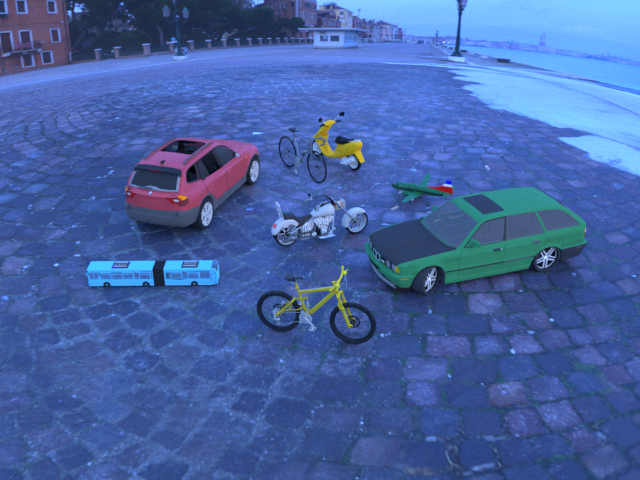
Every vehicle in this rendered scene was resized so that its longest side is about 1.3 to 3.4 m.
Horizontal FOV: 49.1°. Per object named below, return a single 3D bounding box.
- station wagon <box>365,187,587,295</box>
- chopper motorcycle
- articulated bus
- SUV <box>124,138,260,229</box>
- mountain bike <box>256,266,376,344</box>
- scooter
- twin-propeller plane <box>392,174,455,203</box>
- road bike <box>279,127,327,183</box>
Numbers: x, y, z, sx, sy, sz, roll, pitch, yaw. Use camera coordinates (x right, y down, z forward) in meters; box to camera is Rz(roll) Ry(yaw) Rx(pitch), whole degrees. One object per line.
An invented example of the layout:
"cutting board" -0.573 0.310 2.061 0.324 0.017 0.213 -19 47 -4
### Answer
"station wagon" 2.174 -0.089 9.806 3.105 0.920 1.327 -9 29 -17
"chopper motorcycle" 0.012 -0.345 10.471 1.563 0.761 0.466 -12 30 -22
"articulated bus" -2.254 0.449 9.457 1.749 0.289 0.311 0 27 -1
"SUV" -2.042 -1.162 11.642 1.276 1.128 3.058 9 29 16
"mountain bike" -0.057 0.777 8.198 1.469 0.868 0.573 8 28 14
"scooter" 0.323 -1.887 13.263 0.662 0.919 1.399 -23 35 -37
"twin-propeller plane" 1.739 -0.905 11.931 1.095 0.407 1.370 13 30 23
"road bike" -0.335 -1.593 12.772 0.358 0.852 1.545 -18 33 -31
